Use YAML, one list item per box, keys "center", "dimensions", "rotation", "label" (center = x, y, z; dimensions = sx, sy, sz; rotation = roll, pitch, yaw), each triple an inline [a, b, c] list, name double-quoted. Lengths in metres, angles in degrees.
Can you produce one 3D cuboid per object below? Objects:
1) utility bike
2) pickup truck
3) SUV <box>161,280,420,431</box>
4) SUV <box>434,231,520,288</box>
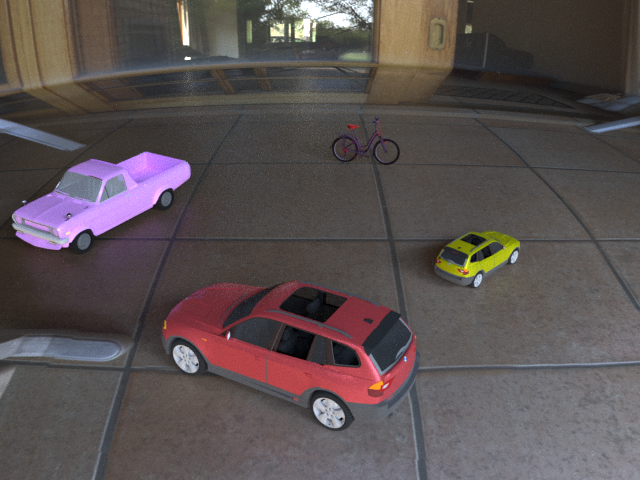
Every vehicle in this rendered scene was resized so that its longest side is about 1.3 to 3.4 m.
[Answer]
- center: [0.910, -2.010, 14.087]
  dimensions: [1.435, 0.946, 0.535]
  rotation: [5, 28, 10]
  label: "utility bike"
- center: [-3.560, -0.810, 11.726]
  dimensions: [1.244, 0.993, 3.117]
  rotation: [15, 31, 27]
  label: "pickup truck"
- center: [-0.390, 1.073, 7.957]
  dimensions: [3.058, 1.128, 1.276]
  rotation: [14, 31, 26]
  label: "SUV"
- center: [2.334, 0.177, 10.275]
  dimensions: [0.656, 0.580, 1.572]
  rotation: [25, 36, 39]
  label: "SUV"
